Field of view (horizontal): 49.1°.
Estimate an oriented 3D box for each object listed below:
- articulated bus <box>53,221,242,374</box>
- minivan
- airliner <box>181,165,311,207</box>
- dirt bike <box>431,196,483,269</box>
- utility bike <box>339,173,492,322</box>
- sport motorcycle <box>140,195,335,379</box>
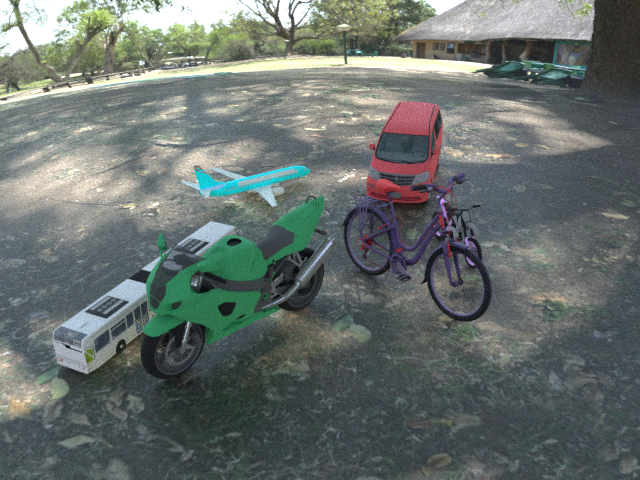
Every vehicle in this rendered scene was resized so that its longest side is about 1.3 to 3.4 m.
[{"bbox_3d":[-2.193,0.646,9.537,0.605,0.561,3.401,12,29,23],"label":"articulated bus"},{"bbox_3d":[1.695,-1.729,13.522,1.324,1.197,3.011,7,28,13],"label":"minivan"},{"bbox_3d":[-1.212,-1.238,12.954,2.541,0.835,2.257,-18,32,-32],"label":"airliner"},{"bbox_3d":[2.125,-0.189,10.859,0.527,0.857,1.493,-9,28,-17],"label":"dirt bike"},{"bbox_3d":[1.305,-0.112,9.621,1.039,1.839,2.791,-22,34,-36],"label":"utility bike"},{"bbox_3d":[-0.975,0.528,8.625,0.983,1.596,2.955,23,35,38],"label":"sport motorcycle"}]
